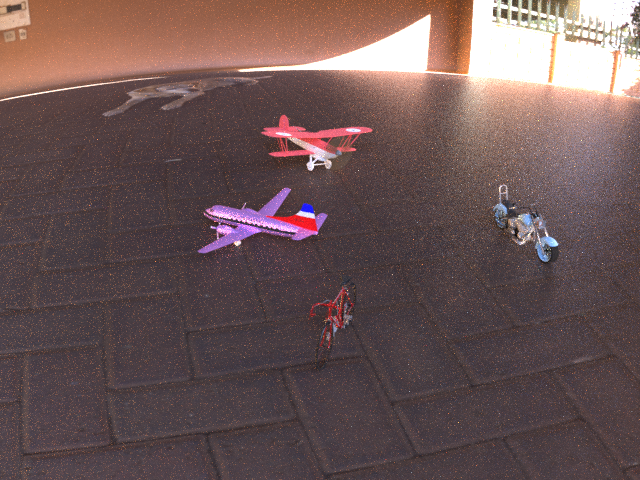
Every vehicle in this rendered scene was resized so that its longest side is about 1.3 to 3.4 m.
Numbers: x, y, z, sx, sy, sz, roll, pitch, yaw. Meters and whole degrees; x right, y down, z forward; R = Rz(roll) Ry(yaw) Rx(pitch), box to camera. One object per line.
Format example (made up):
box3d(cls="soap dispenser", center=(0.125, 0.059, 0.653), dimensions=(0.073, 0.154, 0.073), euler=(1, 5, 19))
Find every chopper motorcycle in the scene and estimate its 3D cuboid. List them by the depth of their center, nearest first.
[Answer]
box3d(cls="chopper motorcycle", center=(3.225, -0.262, 10.985), dimensions=(0.466, 0.761, 1.563), euler=(-10, 29, -18))

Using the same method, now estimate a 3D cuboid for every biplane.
box3d(cls="biplane", center=(-0.201, -2.003, 14.117), dimensions=(2.598, 0.981, 2.120), euler=(-19, 33, -32))

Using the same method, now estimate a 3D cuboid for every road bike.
box3d(cls="road bike", center=(0.213, 0.931, 8.576), dimensions=(0.358, 0.852, 1.545), euler=(9, 29, 17))

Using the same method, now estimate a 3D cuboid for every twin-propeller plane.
box3d(cls="twin-propeller plane", center=(-0.985, -0.376, 11.173), dimensions=(2.129, 0.792, 2.663), euler=(13, 30, 23))
